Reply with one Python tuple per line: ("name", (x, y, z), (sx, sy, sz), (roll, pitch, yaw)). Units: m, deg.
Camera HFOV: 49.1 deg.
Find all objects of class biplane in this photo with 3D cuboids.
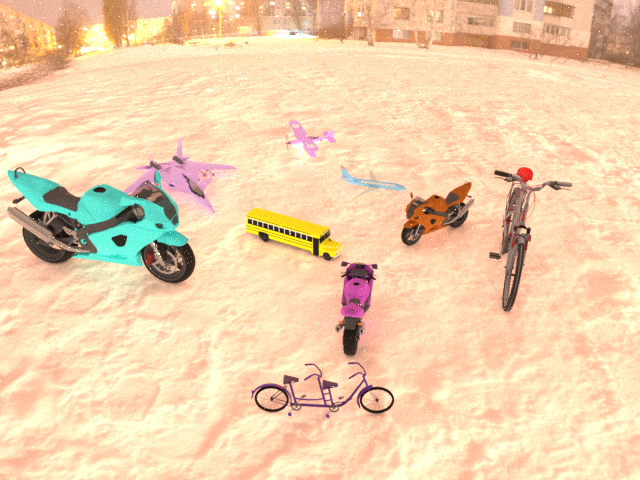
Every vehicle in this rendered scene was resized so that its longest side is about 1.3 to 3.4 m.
("biplane", (-0.198, -2.097, 14.809), (1.090, 0.504, 1.336), (-12, 32, -19))

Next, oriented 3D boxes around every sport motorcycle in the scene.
("sport motorcycle", (1.937, -0.444, 11.594), (1.520, 0.821, 0.506), (-20, 35, -31))
("sport motorcycle", (0.475, 0.855, 9.319), (0.506, 0.821, 1.520), (4, 30, 8))
("sport motorcycle", (-3.247, -0.221, 10.422), (2.955, 1.596, 0.983), (9, 31, 15))

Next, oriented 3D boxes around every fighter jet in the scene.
("fighter jet", (-2.527, -1.184, 13.157), (2.229, 0.557, 2.640), (-16, 34, -26))

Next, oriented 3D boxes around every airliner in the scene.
("airliner", (0.990, -1.147, 13.221), (1.307, 0.429, 1.161), (8, 31, 13))

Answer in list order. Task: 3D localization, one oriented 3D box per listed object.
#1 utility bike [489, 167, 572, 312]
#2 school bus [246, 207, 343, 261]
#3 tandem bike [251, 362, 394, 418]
("utility bike", (2.976, -0.266, 10.256), (1.039, 1.839, 2.791), (6, 30, 11))
("school bus", (-0.418, -0.109, 11.399), (1.708, 0.434, 0.365), (16, 33, 26))
("tandem bike", (0.031, 1.708, 7.965), (1.642, 0.682, 0.283), (1, 30, 1))
